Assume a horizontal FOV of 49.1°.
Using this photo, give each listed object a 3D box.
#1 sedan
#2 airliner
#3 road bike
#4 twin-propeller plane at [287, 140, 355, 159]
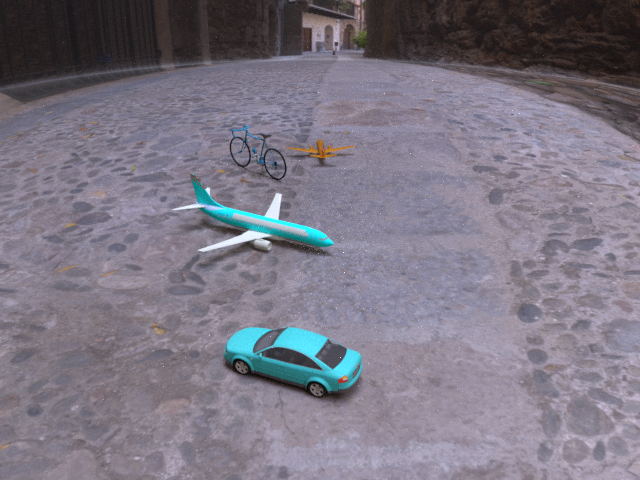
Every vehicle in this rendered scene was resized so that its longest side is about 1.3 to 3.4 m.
[{"bbox_3d":[-0.322,1.262,7.779,1.613,0.483,0.635,12,30,21],"label":"sedan"},{"bbox_3d":[-0.936,-0.413,10.622,2.541,0.835,2.257,13,30,23],"label":"airliner"},{"bbox_3d":[-1.170,-1.641,12.968,1.545,0.852,0.358,23,35,37],"label":"road bike"},{"bbox_3d":[0.027,-1.832,13.817,1.370,0.407,1.095,-2,28,-4],"label":"twin-propeller plane"}]
